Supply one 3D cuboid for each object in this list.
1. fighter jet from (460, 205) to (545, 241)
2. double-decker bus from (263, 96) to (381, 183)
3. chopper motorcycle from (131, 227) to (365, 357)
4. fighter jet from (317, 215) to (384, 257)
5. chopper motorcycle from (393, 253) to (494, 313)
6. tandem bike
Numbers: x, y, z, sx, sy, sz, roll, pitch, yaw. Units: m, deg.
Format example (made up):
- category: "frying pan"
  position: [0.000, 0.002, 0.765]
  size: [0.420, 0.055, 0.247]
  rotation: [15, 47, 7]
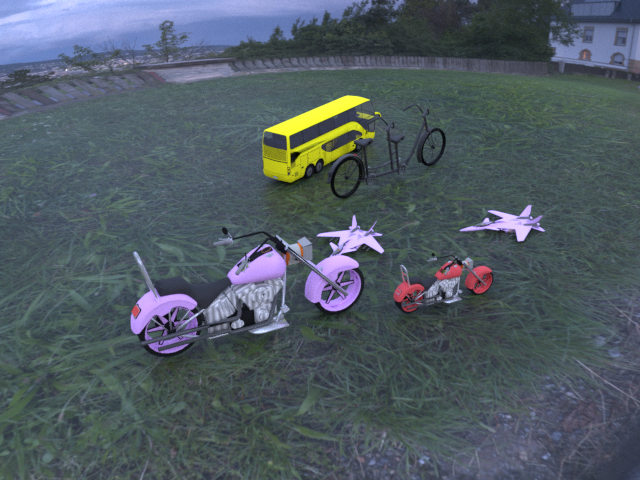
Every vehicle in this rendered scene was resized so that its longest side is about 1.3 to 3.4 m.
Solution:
- category: "fighter jet"
  position: [2.927, -0.296, 11.436]
  size: [1.358, 0.286, 1.147]
  rotation: [-6, 28, -11]
- category: "double-decker bus"
  position: [0.083, -2.096, 14.062]
  size: [0.756, 1.052, 3.251]
  rotation: [18, 32, 30]
- category: "chopper motorcycle"
  position: [-0.813, 0.520, 8.580]
  size: [3.040, 1.480, 0.906]
  rotation: [-13, 30, -24]
- category: "fighter jet"
  position: [0.411, 0.031, 10.810]
  size: [1.147, 0.286, 1.358]
  rotation: [15, 31, 26]
- category: "chopper motorcycle"
  position: [1.683, 0.521, 9.357]
  size: [1.563, 0.761, 0.466]
  rotation: [-13, 30, -23]
- category: "tandem bike"
  position: [1.324, -1.704, 13.013]
  size: [3.192, 1.326, 0.550]
  rotation: [-22, 35, -36]
